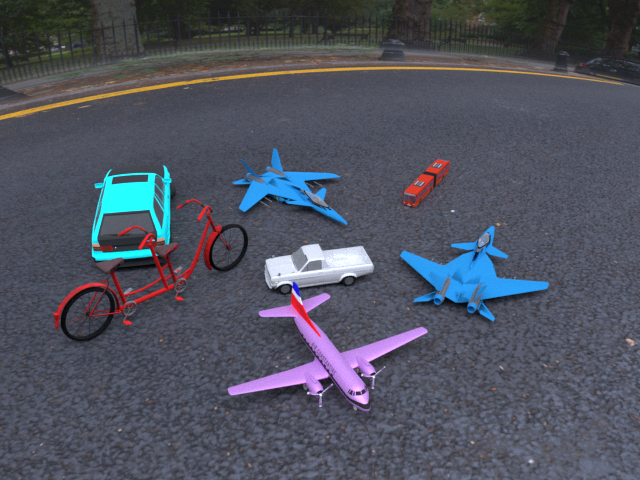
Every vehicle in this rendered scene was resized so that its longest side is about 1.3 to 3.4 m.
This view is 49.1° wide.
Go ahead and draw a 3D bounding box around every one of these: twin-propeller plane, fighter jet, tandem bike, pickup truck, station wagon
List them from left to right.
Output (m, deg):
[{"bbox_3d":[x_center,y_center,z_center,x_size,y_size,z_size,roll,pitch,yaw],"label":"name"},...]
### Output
[{"bbox_3d":[-3.128,-0.646,11.782,1.327,0.920,3.105,-5,31,-9],"label":"station wagon"},{"bbox_3d":[-2.235,0.320,9.718,0.550,1.326,3.192,26,39,37],"label":"tandem bike"},{"bbox_3d":[-0.384,-0.922,12.618,2.229,0.557,2.640,-23,37,-34],"label":"fighter jet"},{"bbox_3d":[-0.023,0.370,10.441,1.603,0.511,0.640,-7,31,-12],"label":"pickup truck"},{"bbox_3d":[0.074,1.299,8.564,2.663,0.792,2.129,-14,33,-22],"label":"twin-propeller plane"},{"bbox_3d":[2.377,0.223,10.648,2.229,0.557,2.640,13,32,21],"label":"fighter jet"}]

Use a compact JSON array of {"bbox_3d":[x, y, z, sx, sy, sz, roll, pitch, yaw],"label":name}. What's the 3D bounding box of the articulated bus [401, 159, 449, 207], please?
[{"bbox_3d":[2.012,-1.093,13.180,0.311,0.289,1.749,16,34,25],"label":"articulated bus"}]
